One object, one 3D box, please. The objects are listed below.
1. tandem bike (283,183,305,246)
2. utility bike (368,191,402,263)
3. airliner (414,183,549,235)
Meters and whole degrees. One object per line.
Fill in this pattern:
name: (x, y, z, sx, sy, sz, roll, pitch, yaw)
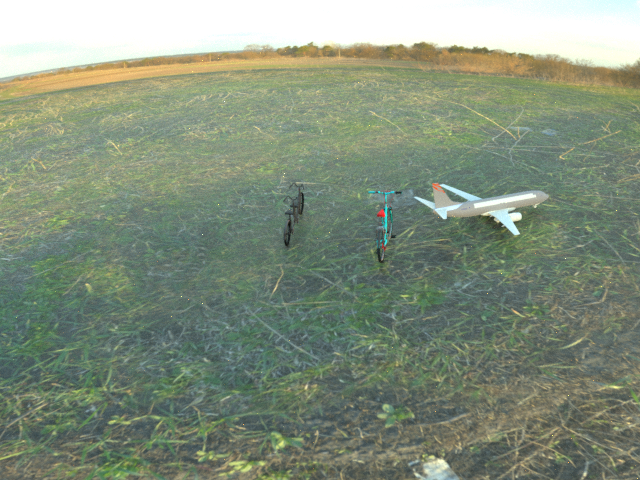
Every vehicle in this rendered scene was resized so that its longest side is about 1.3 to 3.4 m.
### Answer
tandem bike: (-0.433, -0.487, 11.707, 0.283, 0.682, 1.642, 4, 27, 8)
utility bike: (0.980, -0.280, 11.012, 0.535, 0.946, 1.435, 6, 28, 12)
airliner: (2.966, -0.774, 12.100, 2.541, 0.835, 2.257, -11, 29, -21)
